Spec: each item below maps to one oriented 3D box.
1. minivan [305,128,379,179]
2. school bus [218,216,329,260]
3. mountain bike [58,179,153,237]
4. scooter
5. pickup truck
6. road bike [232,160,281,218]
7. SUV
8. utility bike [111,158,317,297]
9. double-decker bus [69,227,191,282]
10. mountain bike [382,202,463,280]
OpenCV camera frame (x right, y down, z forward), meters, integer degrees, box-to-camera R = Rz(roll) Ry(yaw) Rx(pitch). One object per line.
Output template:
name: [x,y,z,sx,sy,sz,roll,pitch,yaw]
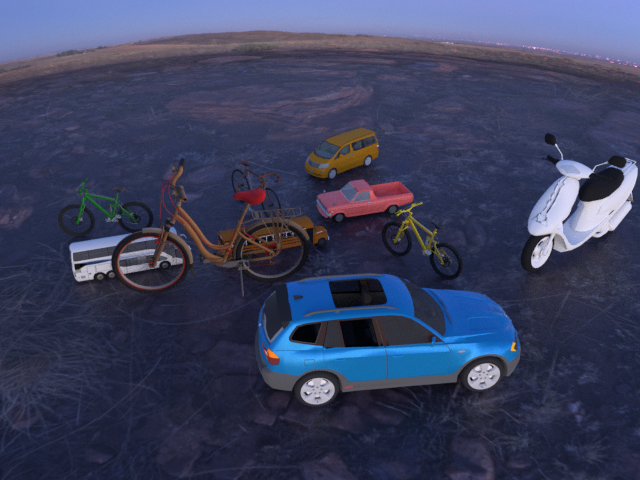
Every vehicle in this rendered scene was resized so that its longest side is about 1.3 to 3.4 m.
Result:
minivan: [0.419,-1.670,13.422,1.548,0.616,0.681,-23,37,-35]
school bus: [-0.688,-0.041,10.703,1.708,0.434,0.365,-11,31,-19]
mountain bike: [-3.389,-0.466,11.018,1.469,0.868,0.573,-3,29,-6]
scooter: [3.941,-0.650,10.407,2.721,1.786,1.288,-22,36,-33]
pickup truck: [0.756,-0.722,11.839,1.603,0.511,0.640,-9,31,-16]
road bike: [-1.088,-0.865,11.745,0.358,0.852,1.545,-20,35,-32]
SUV: [0.775,1.025,8.092,3.058,1.128,1.276,-4,29,-7]
utility bike: [-1.400,-0.064,9.308,2.791,1.839,1.039,-5,30,-9]
double-decker bus: [-2.737,0.197,10.170,1.672,0.541,0.389,-10,31,-17]
mountain bike: [1.474,0.009,10.170,0.573,0.868,1.469,-26,38,-38]
